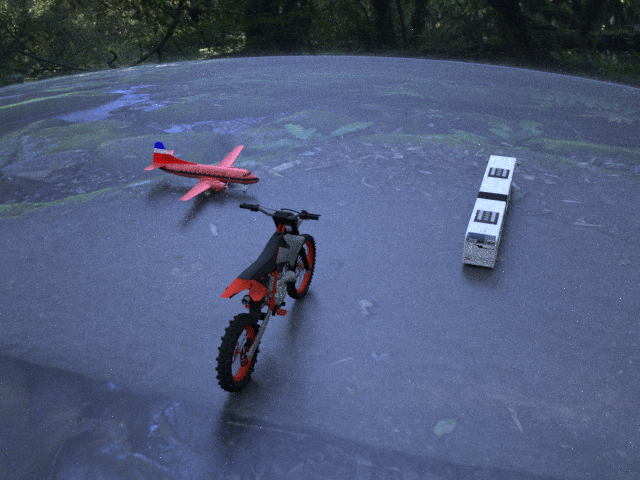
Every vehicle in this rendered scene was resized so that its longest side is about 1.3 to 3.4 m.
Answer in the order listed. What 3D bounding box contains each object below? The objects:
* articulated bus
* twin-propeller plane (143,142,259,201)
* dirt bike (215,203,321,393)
[{"bbox_3d":[2.881,-0.577,11.714,0.605,0.561,3.401,9,30,16],"label":"articulated bus"},{"bbox_3d":[-2.120,-1.347,12.885,2.129,0.792,2.663,8,30,14],"label":"twin-propeller plane"},{"bbox_3d":[-0.600,0.492,8.605,1.024,1.666,2.903,10,30,17],"label":"dirt bike"}]
